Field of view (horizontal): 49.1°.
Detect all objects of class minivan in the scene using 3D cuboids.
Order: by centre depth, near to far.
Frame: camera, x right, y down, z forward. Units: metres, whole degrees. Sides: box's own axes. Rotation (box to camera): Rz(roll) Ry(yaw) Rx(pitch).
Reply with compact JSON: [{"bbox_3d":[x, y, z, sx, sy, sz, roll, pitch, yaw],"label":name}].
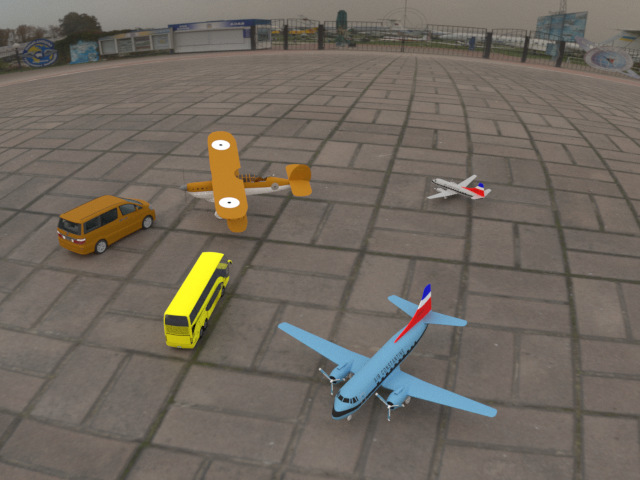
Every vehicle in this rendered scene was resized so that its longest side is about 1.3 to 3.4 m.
[{"bbox_3d":[-3.209,-0.322,10.630,0.681,0.616,1.548,17,33,29],"label":"minivan"}]

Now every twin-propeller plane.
[{"bbox_3d":[0.736,1.219,7.622,2.663,0.792,2.129,18,34,30],"label":"twin-propeller plane"},{"bbox_3d":[2.343,-0.914,11.931,1.370,0.407,1.095,-25,37,-38],"label":"twin-propeller plane"}]

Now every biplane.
[{"bbox_3d":[-1.178,-0.865,11.243,2.120,0.981,2.598,-5,29,-9],"label":"biplane"}]

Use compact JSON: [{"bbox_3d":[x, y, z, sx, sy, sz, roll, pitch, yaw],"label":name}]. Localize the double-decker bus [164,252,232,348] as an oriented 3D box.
[{"bbox_3d":[-1.519,0.701,8.833,0.389,0.541,1.672,4,29,8],"label":"double-decker bus"}]
